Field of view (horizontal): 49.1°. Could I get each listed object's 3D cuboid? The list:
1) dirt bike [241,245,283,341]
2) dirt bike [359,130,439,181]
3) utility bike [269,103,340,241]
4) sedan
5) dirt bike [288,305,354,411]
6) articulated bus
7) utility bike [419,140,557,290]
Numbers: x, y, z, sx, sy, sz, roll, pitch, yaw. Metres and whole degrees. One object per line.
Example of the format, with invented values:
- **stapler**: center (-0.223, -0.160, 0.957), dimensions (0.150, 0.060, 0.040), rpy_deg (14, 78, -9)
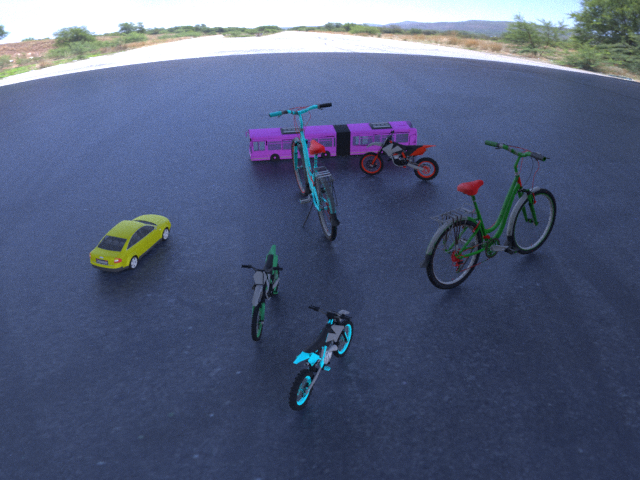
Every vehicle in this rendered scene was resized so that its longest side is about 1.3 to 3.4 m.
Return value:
- **dirt bike**: center (-0.703, 0.620, 9.106), dimensions (0.527, 0.857, 1.493), rpy_deg (4, 30, 7)
- **dirt bike**: center (1.464, -1.537, 12.951), dimensions (1.493, 0.857, 0.527), rpy_deg (6, 30, 11)
- **utility bike**: center (-0.220, -1.189, 11.327), dimensions (1.039, 1.839, 2.791), rpy_deg (-8, 30, -13)
- **sedan**: center (-2.859, -0.042, 10.668), dimensions (0.635, 0.483, 1.613), rpy_deg (10, 31, 17)
- **dirt bike**: center (0.035, 1.249, 7.983), dimensions (0.527, 0.857, 1.493), rpy_deg (15, 32, 24)
- **articulated bus**: center (0.237, -1.997, 14.075), dimensions (3.401, 0.561, 0.605), rpy_deg (-4, 30, -8)
- **utility bike**: center (2.419, -0.411, 9.940), dimensions (2.791, 1.839, 1.039), rpy_deg (-19, 35, -30)
